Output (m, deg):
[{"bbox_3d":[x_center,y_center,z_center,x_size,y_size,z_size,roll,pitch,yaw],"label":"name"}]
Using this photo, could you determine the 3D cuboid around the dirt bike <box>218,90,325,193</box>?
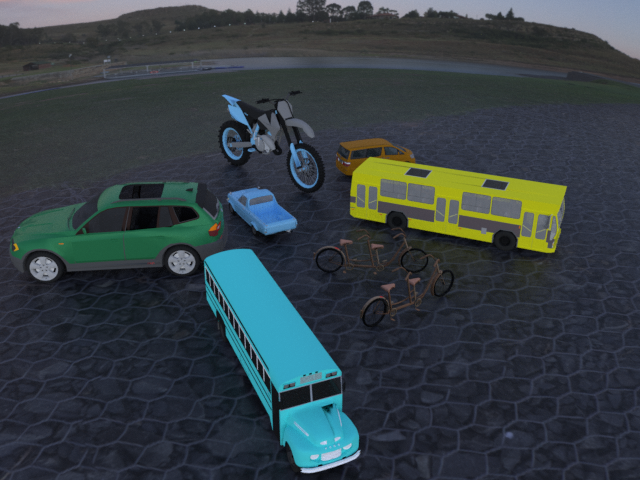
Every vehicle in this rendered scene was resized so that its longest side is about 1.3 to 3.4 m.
[{"bbox_3d":[-0.957,-1.928,12.961,2.903,1.666,1.024,24,35,39],"label":"dirt bike"}]

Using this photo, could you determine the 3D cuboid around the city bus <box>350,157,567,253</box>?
[{"bbox_3d":[2.134,-0.557,11.100,3.255,0.894,0.926,11,29,21],"label":"city bus"}]

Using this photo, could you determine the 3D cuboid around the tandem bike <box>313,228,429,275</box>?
[{"bbox_3d":[0.722,0.166,9.901,1.642,0.682,0.283,0,27,1],"label":"tandem bike"}]

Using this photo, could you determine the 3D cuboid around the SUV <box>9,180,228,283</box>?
[{"bbox_3d":[-2.881,-0.200,10.131,3.058,1.128,1.276,-3,27,-5],"label":"SUV"}]

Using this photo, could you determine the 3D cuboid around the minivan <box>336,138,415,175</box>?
[{"bbox_3d":[1.096,-1.622,13.521,1.548,0.616,0.681,-10,28,-19],"label":"minivan"}]

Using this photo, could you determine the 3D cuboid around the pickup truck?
[{"bbox_3d":[-0.974,-0.514,11.441,0.640,0.511,1.603,-14,30,-25],"label":"pickup truck"}]

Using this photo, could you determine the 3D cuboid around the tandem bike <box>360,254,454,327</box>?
[{"bbox_3d":[1.152,0.624,8.993,1.642,0.682,0.283,-18,32,-32],"label":"tandem bike"}]

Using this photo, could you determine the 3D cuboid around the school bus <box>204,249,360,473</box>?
[{"bbox_3d":[-0.522,1.176,7.718,0.709,0.844,3.322,-11,29,-21],"label":"school bus"}]
